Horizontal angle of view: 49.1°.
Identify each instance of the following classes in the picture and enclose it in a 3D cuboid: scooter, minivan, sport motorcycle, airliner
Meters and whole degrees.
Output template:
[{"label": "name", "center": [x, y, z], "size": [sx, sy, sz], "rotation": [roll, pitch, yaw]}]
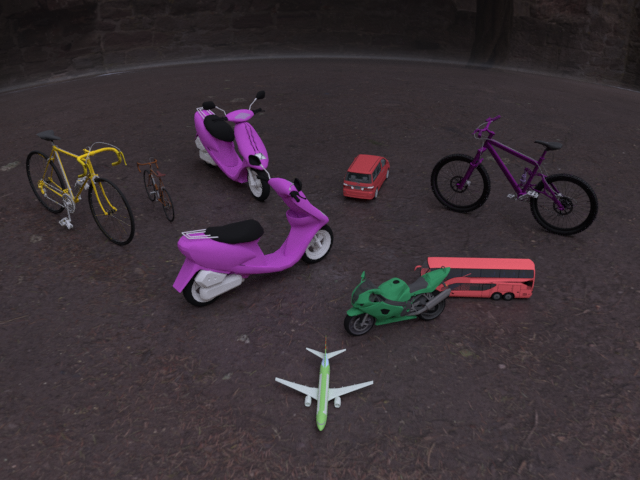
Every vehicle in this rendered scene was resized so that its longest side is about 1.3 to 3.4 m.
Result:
[{"label": "scooter", "center": [-0.880, -0.142, 10.006], "size": [2.721, 1.786, 1.288], "rotation": [-20, 35, -32]}, {"label": "scooter", "center": [-1.715, -1.935, 13.265], "size": [1.288, 1.786, 2.721], "rotation": [-19, 34, -30]}, {"label": "minivan", "center": [0.905, -1.285, 13.297], "size": [0.681, 0.616, 1.548], "rotation": [9, 30, 15]}, {"label": "sport motorcycle", "center": [1.025, 0.807, 9.281], "size": [1.520, 0.821, 0.506], "rotation": [-10, 30, -18]}, {"label": "airliner", "center": [0.042, 1.657, 8.143], "size": [1.161, 0.429, 1.307], "rotation": [1, 29, 3]}]

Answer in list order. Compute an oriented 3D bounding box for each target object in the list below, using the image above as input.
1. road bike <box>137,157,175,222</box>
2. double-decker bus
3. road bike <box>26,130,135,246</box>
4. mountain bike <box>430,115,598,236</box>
[{"label": "road bike", "center": [-2.871, -0.910, 12.371], "size": [0.358, 0.852, 1.545], "rotation": [-16, 33, -27]}, {"label": "double-decker bus", "center": [2.206, 0.547, 10.046], "size": [1.672, 0.541, 0.389], "rotation": [1, 29, 2]}, {"label": "road bike", "center": [-4.067, -0.944, 11.599], "size": [3.004, 1.656, 0.697], "rotation": [21, 35, 33]}, {"label": "mountain bike", "center": [3.234, -1.050, 11.759], "size": [2.857, 1.688, 1.114], "rotation": [15, 32, 25]}]
